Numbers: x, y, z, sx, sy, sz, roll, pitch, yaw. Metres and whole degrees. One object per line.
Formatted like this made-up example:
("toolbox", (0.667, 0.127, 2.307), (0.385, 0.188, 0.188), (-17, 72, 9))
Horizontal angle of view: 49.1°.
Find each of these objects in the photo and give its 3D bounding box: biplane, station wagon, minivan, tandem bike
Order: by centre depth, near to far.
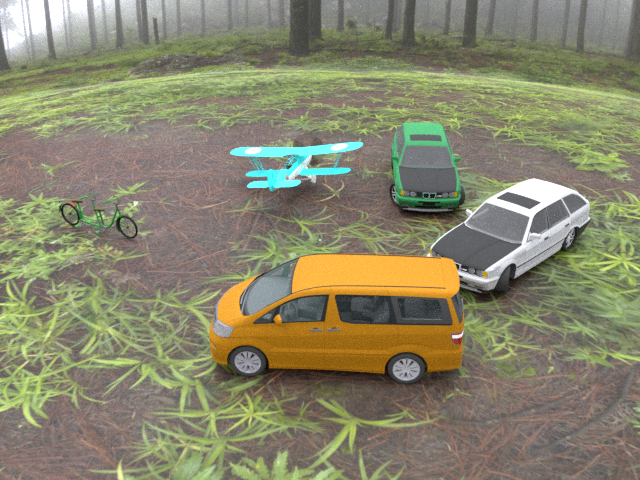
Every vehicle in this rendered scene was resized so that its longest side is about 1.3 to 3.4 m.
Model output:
("minivan", (0.181, 0.849, 8.329), (3.011, 1.197, 1.324), (2, 27, 4))
("station wagon", (2.933, -0.178, 10.679), (3.105, 0.920, 1.327), (-24, 35, -39))
("tandem bike", (-3.666, -0.449, 11.481), (1.642, 0.682, 0.283), (12, 29, 23))
("biplane", (-0.570, -1.314, 12.869), (2.598, 0.981, 2.120), (9, 28, 17))
("station wagon", (1.978, -1.488, 13.281), (1.327, 0.920, 3.105), (2, 27, 4))
